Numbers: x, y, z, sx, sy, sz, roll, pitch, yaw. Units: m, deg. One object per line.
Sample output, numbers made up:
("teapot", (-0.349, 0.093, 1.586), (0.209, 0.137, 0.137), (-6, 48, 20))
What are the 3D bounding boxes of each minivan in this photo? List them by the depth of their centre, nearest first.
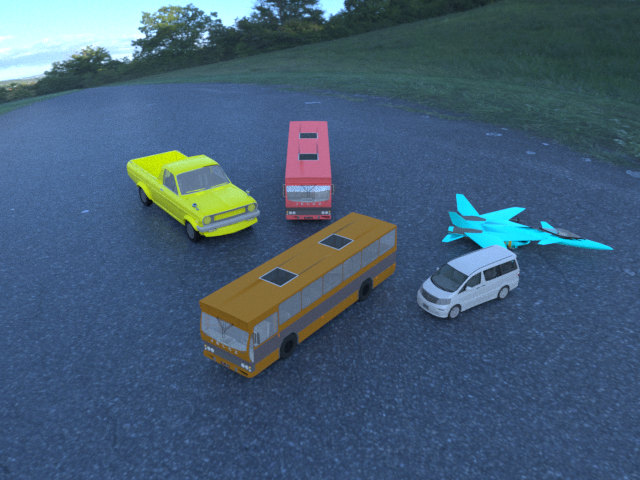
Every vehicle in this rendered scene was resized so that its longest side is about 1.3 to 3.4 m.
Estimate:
("minivan", (2.092, 0.572, 9.859), (1.548, 0.616, 0.681), (-16, 31, -29))

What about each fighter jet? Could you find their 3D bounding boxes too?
("fighter jet", (3.420, -0.195, 11.451), (2.640, 0.557, 2.229), (9, 28, 17))

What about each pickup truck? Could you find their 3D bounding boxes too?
("pickup truck", (-2.342, -0.969, 12.505), (1.244, 0.993, 3.117), (-18, 32, -32))

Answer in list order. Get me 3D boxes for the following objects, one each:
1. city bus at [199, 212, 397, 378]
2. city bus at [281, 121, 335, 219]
("city bus", (-0.158, 0.644, 9.403), (0.926, 0.894, 3.255), (19, 32, 33))
("city bus", (-0.221, -1.376, 13.424), (0.926, 0.894, 3.255), (0, 27, -1))
